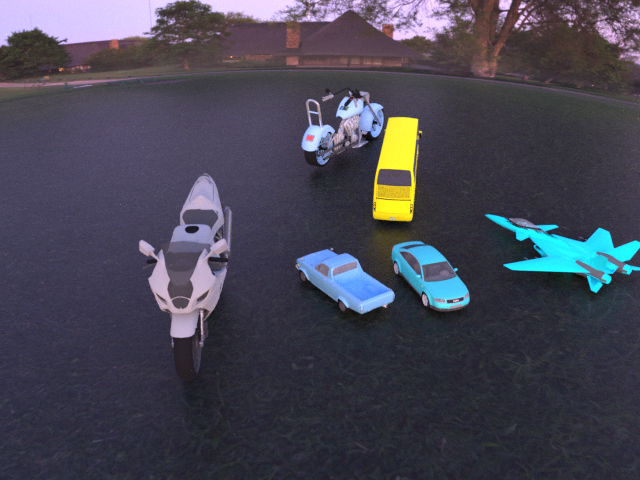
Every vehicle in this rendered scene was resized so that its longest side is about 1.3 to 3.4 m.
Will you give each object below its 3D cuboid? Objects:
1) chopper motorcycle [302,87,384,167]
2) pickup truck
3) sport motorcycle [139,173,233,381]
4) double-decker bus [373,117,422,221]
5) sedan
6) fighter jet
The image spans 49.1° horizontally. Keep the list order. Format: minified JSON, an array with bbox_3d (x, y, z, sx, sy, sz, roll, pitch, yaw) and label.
[{"bbox_3d":[0.567,-2.510,14.557,0.906,1.480,3.040,16,31,28],"label":"chopper motorcycle"},{"bbox_3d":[0.315,0.519,9.650,0.640,0.511,1.603,-17,32,-30],"label":"pickup truck"},{"bbox_3d":[-1.543,0.366,8.751,0.983,1.596,2.955,-1,27,-2],"label":"sport motorcycle"},{"bbox_3d":[1.443,-1.393,12.826,0.756,1.052,3.251,4,27,8],"label":"double-decker bus"},{"bbox_3d":[1.535,0.441,9.834,0.635,0.483,1.613,-9,28,-17],"label":"sedan"},{"bbox_3d":[3.531,-0.081,10.784,2.229,0.557,2.640,-17,31,-30],"label":"fighter jet"}]
